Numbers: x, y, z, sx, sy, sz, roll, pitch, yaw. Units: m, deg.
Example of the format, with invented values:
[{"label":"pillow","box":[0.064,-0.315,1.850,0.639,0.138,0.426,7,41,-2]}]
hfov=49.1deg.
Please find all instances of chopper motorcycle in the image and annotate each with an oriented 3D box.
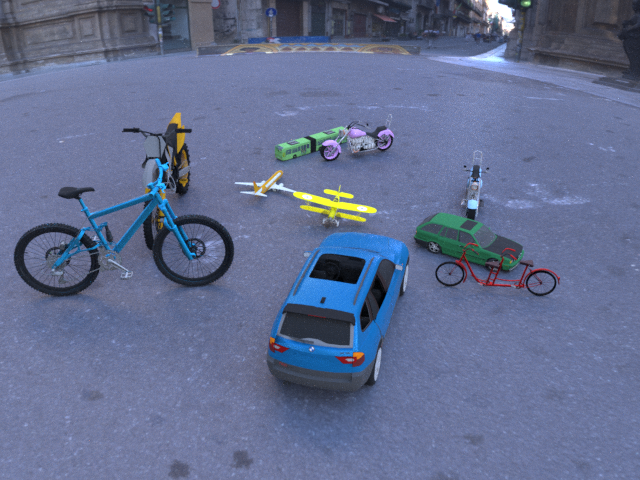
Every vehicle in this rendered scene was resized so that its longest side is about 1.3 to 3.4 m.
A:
[{"label":"chopper motorcycle","box":[2.562,-0.878,11.635,0.466,0.761,1.563,6,30,12]},{"label":"chopper motorcycle","box":[0.739,-2.003,13.667,1.563,0.761,0.466,-12,31,-20]}]

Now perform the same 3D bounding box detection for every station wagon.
[{"label":"station wagon","box":[2.214,-0.010,10.365,1.597,0.473,0.682,18,34,29]}]

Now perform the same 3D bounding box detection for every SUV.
[{"label":"SUV","box":[0.312,0.617,8.557,1.276,1.128,3.058,8,30,14]}]

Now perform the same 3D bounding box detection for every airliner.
[{"label":"airliner","box":[-0.911,-1.070,12.325,1.161,0.429,1.307,10,30,17]}]

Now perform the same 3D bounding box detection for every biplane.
[{"label":"biplane","box":[0.261,-0.549,11.307,1.336,0.504,1.090,4,29,8]}]

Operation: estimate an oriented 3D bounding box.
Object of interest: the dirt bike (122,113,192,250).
[{"label":"dirt bike","box":[-2.420,-1.093,11.090,1.024,1.666,2.903,1,29,1]}]

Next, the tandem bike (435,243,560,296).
[{"label":"tandem bike","box":[2.387,0.402,9.406,1.642,0.682,0.283,5,29,9]}]

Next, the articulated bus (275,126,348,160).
[{"label":"articulated bus","box":[-0.132,-1.940,14.041,1.749,0.289,0.311,-22,36,-34]}]

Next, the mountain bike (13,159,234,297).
[{"label":"mountain bike","box":[-2.579,-0.049,9.183,2.857,1.688,1.114,-4,29,-7]}]
